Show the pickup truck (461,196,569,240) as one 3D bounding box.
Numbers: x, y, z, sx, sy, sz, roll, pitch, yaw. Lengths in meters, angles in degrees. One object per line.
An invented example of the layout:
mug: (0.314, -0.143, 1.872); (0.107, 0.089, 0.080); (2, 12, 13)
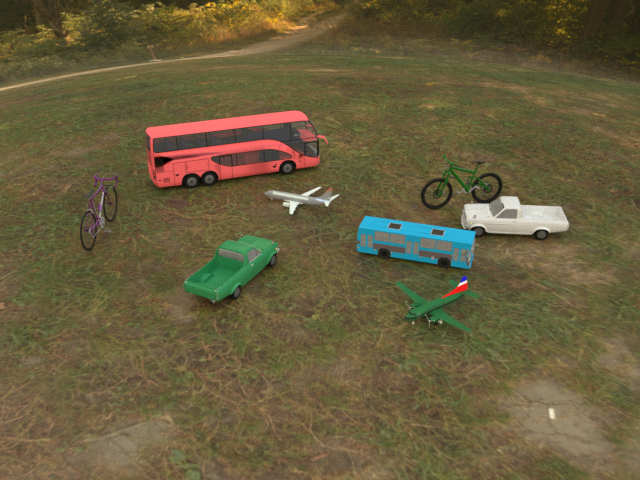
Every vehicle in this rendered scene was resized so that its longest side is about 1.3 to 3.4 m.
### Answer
pickup truck: (3.041, -0.377, 10.973); (1.603, 0.511, 0.640); (3, 29, 5)

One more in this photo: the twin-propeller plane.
twin-propeller plane: (1.499, 0.779, 8.953); (1.095, 0.407, 1.370); (-18, 33, -30)

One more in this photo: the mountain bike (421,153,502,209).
mountain bike: (2.382, -0.960, 11.674); (1.469, 0.868, 0.573); (-7, 29, -13)

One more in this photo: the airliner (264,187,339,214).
airliner: (-0.368, -0.787, 11.815); (1.307, 0.429, 1.161); (12, 31, 21)

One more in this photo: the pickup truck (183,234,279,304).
pickup truck: (-1.194, 0.333, 9.666); (0.640, 0.511, 1.603); (14, 31, 24)

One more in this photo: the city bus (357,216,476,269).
city bus: (1.401, 0.047, 10.246); (1.674, 0.460, 0.476); (9, 30, 16)

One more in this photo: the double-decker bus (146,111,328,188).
double-decker bus: (-1.502, -1.679, 12.806); (3.251, 1.052, 0.756); (-10, 30, -18)

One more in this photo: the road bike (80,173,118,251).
road bike: (-3.414, -0.476, 10.798); (0.358, 0.852, 1.545); (2, 29, 4)
